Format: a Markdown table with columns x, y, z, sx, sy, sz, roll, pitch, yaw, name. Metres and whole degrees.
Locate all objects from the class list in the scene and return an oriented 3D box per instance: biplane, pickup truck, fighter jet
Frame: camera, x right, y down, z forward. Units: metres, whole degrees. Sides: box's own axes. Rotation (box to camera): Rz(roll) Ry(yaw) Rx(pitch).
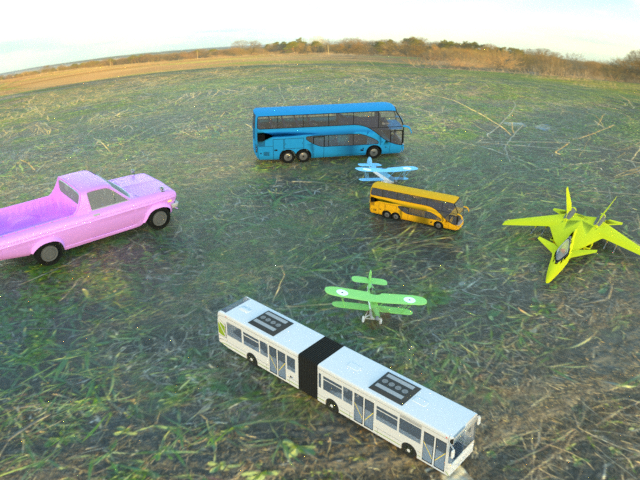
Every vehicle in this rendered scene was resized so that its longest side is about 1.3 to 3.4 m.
| x | y | z | sx | sy | sz | roll | pitch | yaw | name |
| --- | --- | --- | --- | --- | --- | --- | --- | --- | --- |
| 0.721 | 0.773 | 9.283 | 1.336 | 0.504 | 1.090 | -1 | 27 | -2 | biplane |
| -3.860 | -0.486 | 11.176 | 3.117 | 0.993 | 1.244 | -22 | 34 | -35 | pickup truck |
| 1.177 | -1.269 | 13.214 | 1.336 | 0.504 | 1.090 | -13 | 30 | -24 | biplane |
| 3.887 | -0.064 | 10.837 | 2.229 | 0.557 | 2.640 | 15 | 31 | 27 | fighter jet |

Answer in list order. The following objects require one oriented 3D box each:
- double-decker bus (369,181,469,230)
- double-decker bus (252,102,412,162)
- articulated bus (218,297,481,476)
| x | y | z | sx | sy | sz | roll | pitch | yaw | name |
| --- | --- | --- | --- | --- | --- | --- | --- | --- | --- |
| 1.653 | -0.573 | 11.834 | 1.672 | 0.541 | 0.389 | 13 | 30 | 24 | double-decker bus |
| 0.234 | -2.247 | 14.501 | 3.251 | 1.052 | 0.756 | -4 | 28 | -8 | double-decker bus |
| 0.162 | 1.509 | 7.804 | 3.401 | 0.561 | 0.605 | 22 | 35 | 36 | articulated bus |
